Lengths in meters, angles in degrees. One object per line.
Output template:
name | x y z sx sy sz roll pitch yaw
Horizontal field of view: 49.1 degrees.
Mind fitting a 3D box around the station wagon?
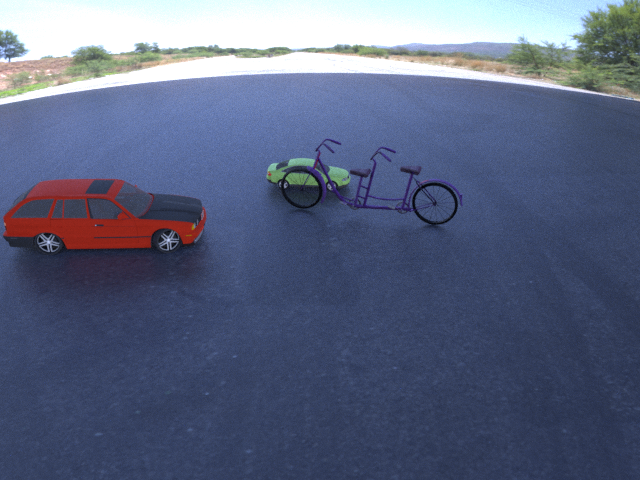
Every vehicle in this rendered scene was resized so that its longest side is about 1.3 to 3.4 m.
station wagon | -3.405 -0.444 11.267 3.105 0.920 1.327 -1 27 -1

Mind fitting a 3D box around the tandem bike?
tandem bike | 0.835 -0.996 11.918 3.192 1.326 0.550 7 28 14

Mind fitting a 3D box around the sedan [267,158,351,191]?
sedan | -0.219 -1.288 13.443 1.613 0.483 0.635 3 27 5
